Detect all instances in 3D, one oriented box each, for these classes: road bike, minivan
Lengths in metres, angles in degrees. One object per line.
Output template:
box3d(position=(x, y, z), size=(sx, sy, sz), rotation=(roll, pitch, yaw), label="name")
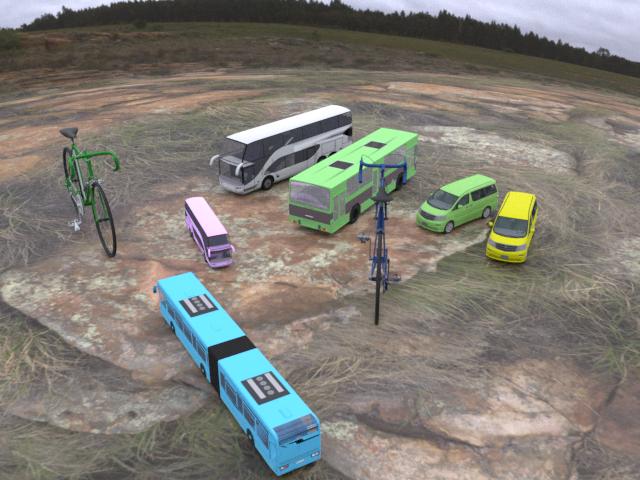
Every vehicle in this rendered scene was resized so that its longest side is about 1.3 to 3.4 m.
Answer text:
box3d(position=(-3.709, -0.874, 11.054), size=(0.697, 1.656, 3.004), rotation=(-15, 30, -27), label="road bike")
box3d(position=(3.008, -0.210, 10.885), size=(0.681, 0.616, 1.548), rotation=(10, 28, 20), label="minivan")
box3d(position=(0.825, -0.134, 9.556), size=(0.697, 1.656, 3.004), rotation=(2, 26, 5), label="road bike")
box3d(position=(2.304, -0.619, 11.711), size=(1.548, 0.616, 0.681), rotation=(-20, 32, -34), label="minivan")

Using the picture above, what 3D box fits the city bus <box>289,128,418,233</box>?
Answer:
box3d(position=(0.684, -1.086, 12.340), size=(0.926, 0.894, 3.255), rotation=(15, 30, 28), label="city bus")

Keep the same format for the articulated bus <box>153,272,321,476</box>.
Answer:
box3d(position=(-1.043, 1.317, 7.857), size=(0.605, 0.561, 3.401), rotation=(-15, 30, -27), label="articulated bus")

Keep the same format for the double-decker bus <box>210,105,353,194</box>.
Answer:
box3d(position=(-0.626, -1.767, 13.541), size=(0.756, 1.052, 3.251), rotation=(22, 34, 37), label="double-decker bus")

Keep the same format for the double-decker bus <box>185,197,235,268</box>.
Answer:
box3d(position=(-1.734, -0.124, 10.793), size=(0.389, 0.541, 1.672), rotation=(-10, 28, -20), label="double-decker bus")
